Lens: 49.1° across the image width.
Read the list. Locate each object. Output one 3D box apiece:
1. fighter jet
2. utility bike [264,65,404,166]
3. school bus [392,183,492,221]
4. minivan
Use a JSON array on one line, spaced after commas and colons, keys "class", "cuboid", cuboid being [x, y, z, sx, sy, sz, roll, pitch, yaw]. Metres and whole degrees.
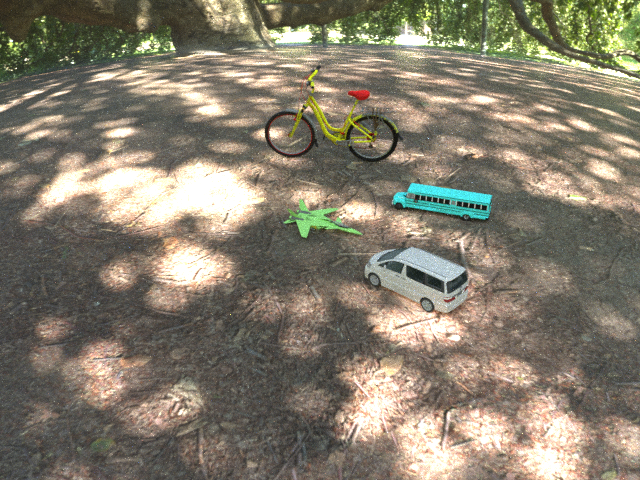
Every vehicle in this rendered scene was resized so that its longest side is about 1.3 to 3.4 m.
[{"class": "fighter jet", "cuboid": [0.112, -0.335, 11.778, 1.358, 0.286, 1.147, 16, 34, 25]}, {"class": "utility bike", "cuboid": [0.253, -2.354, 13.687, 2.791, 1.839, 1.039, 4, 31, 6]}, {"class": "school bus", "cuboid": [2.113, -0.675, 12.213, 1.708, 0.434, 0.365, 10, 32, 17]}, {"class": "minivan", "cuboid": [1.359, 0.481, 10.062, 1.548, 0.616, 0.681, 25, 39, 36]}]
